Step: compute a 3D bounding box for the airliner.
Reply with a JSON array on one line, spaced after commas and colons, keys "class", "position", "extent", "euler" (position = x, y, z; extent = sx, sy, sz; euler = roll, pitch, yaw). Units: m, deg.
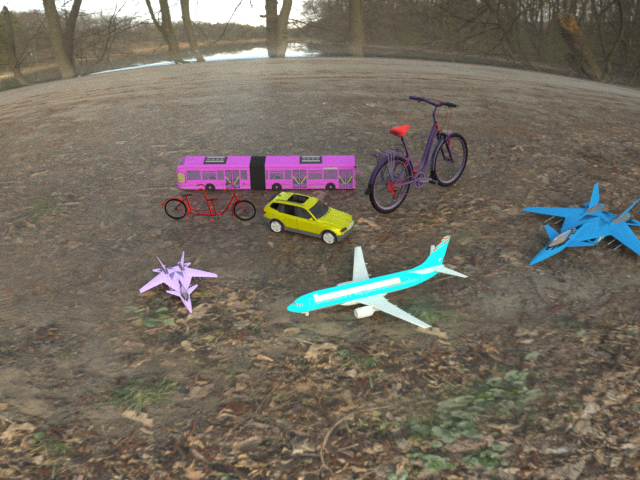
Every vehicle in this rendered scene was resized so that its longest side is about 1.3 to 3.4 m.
[{"class": "airliner", "position": [0.733, 0.514, 9.855], "extent": [2.541, 0.835, 2.257], "euler": [-11, 31, -18]}]

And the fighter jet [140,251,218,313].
[{"class": "fighter jet", "position": [-2.039, 0.627, 10.215], "extent": [1.147, 0.286, 1.358], "euler": [-11, 31, -19]}]

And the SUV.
[{"class": "SUV", "position": [-0.196, -0.411, 11.763], "extent": [1.572, 0.580, 0.656], "euler": [12, 32, 21]}]

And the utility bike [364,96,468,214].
[{"class": "utility bike", "position": [1.734, -1.606, 12.607], "extent": [2.791, 1.839, 1.039], "euler": [-24, 37, -36]}]

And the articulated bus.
[{"class": "articulated bus", "position": [-0.980, -1.281, 13.332], "extent": [3.401, 0.561, 0.605], "euler": [0, 29, -1]}]

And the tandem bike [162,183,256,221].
[{"class": "tandem bike", "position": [-1.925, -0.648, 12.083], "extent": [1.642, 0.682, 0.283], "euler": [1, 29, 3]}]

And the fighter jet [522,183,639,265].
[{"class": "fighter jet", "position": [4.191, -0.199, 11.410], "extent": [2.640, 0.557, 2.229], "euler": [-24, 37, -36]}]
